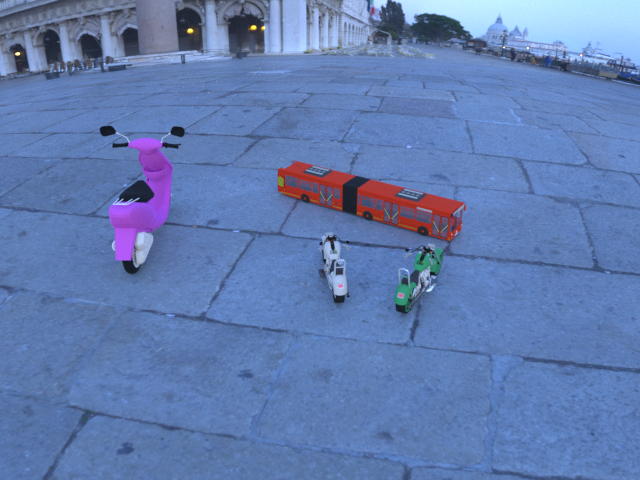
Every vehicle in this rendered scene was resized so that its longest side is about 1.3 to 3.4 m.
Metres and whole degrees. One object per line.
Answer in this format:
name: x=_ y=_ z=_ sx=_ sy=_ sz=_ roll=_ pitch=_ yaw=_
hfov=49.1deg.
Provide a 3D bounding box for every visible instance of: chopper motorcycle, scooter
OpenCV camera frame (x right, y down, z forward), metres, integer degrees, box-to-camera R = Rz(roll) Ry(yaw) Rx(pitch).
chopper motorcycle: x=0.183 y=0.257 z=9.829 sx=0.466 sy=0.761 sz=1.563 roll=-3 pitch=28 yaw=-6
chopper motorcycle: x=1.384 y=0.402 z=9.558 sx=0.466 sy=0.761 sz=1.563 roll=14 pitch=31 yaw=24
scooter: x=-2.685 y=-0.773 z=10.663 sx=1.288 sy=1.786 sz=2.721 roll=1 pitch=28 yaw=1

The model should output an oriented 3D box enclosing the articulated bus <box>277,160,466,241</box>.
articulated bus: x=0.786 y=-0.708 z=11.835 sx=3.401 sy=0.561 sz=0.605 roll=17 pitch=33 yaw=29
